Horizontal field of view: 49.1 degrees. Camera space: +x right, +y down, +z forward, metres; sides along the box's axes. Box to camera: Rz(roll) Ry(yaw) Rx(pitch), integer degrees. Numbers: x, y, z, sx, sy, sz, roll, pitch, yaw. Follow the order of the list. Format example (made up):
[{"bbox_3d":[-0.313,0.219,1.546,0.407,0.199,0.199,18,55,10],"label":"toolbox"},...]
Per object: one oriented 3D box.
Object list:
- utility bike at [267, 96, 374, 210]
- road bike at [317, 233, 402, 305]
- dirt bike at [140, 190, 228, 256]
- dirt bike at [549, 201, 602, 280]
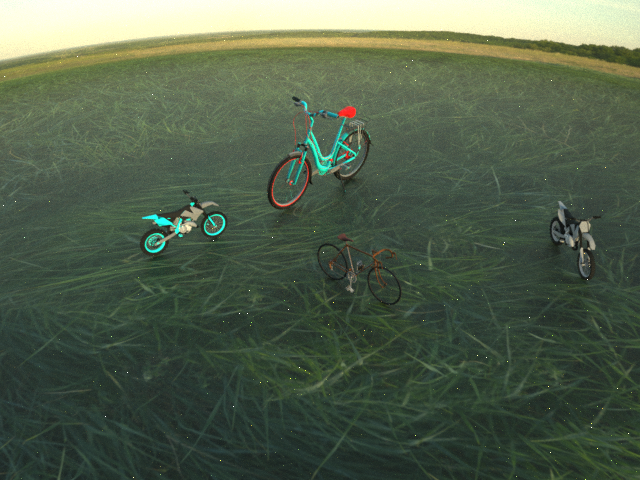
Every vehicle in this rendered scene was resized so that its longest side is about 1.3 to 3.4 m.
[{"bbox_3d":[0.144,-1.632,12.428,1.039,1.839,2.791,25,38,36],"label":"utility bike"},{"bbox_3d":[0.540,0.370,9.976,1.545,0.852,0.358,24,38,35],"label":"road bike"},{"bbox_3d":[-2.157,-0.277,11.081,1.493,0.857,0.527,-18,35,-28],"label":"dirt bike"},{"bbox_3d":[3.885,-0.056,10.701,0.527,0.857,1.493,-3,30,-6],"label":"dirt bike"}]
